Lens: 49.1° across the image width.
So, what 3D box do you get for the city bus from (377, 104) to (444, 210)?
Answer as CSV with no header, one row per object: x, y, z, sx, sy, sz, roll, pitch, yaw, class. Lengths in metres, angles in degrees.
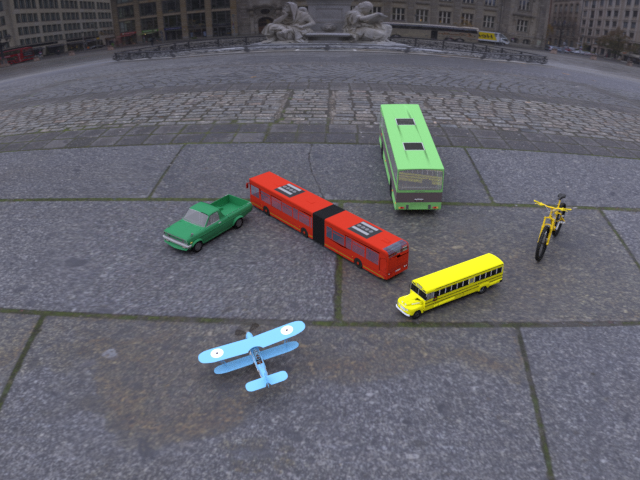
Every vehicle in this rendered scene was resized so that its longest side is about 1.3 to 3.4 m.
1.666,-1.608,13.286,0.926,0.894,3.255,0,30,-1,city bus

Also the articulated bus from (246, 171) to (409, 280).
0.027,-0.311,11.404,0.605,0.561,3.401,-24,38,-35,articulated bus

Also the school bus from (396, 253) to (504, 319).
1.843,0.641,9.907,1.708,0.434,0.365,-17,34,-26,school bus

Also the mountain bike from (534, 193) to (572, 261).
3.667,-0.274,11.038,0.573,0.868,1.469,17,35,27,mountain bike

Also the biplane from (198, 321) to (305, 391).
-0.774,1.441,8.474,1.336,0.504,1.090,-9,32,-16,biplane

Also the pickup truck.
-1.826,-0.345,11.512,0.640,0.511,1.603,20,36,31,pickup truck
